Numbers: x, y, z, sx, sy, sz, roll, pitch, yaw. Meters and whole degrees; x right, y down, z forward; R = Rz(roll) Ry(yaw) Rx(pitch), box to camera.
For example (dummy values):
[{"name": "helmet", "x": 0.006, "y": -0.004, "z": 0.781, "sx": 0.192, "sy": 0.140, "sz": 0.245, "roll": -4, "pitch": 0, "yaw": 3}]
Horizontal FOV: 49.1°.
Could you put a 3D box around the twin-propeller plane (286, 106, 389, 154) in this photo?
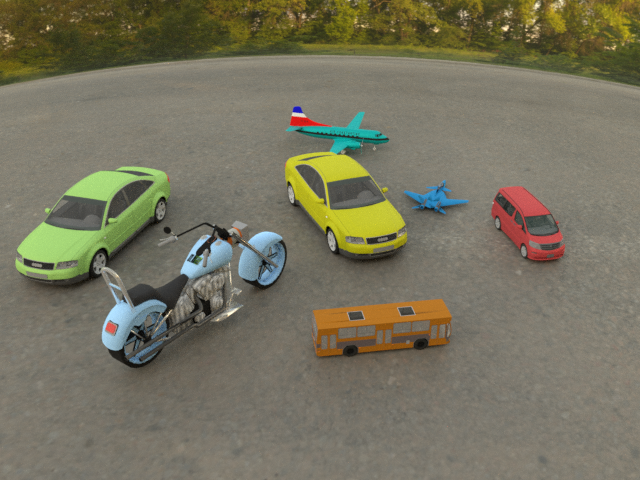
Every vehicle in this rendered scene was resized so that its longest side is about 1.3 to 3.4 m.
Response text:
[{"name": "twin-propeller plane", "x": 0.388, "y": -2.292, "z": 14.409, "sx": 2.129, "sy": 0.792, "sz": 2.663, "roll": 8, "pitch": 30, "yaw": 14}]

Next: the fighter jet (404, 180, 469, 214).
[{"name": "fighter jet", "x": 2.080, "y": -0.878, "z": 12.377, "sx": 1.147, "sy": 0.286, "sz": 1.358, "roll": 10, "pitch": 31, "yaw": 18}]

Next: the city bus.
[{"name": "city bus", "x": 0.753, "y": 1.095, "z": 8.634, "sx": 1.674, "sy": 0.460, "sz": 0.476, "roll": -4, "pitch": 29, "yaw": -8}]

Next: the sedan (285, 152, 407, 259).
[{"name": "sedan", "x": 0.360, "y": -0.731, "z": 11.438, "sx": 1.235, "sy": 0.940, "sz": 3.137, "roll": -11, "pitch": 31, "yaw": -19}]

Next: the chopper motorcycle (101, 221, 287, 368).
[{"name": "chopper motorcycle", "x": -1.457, "y": 0.422, "z": 8.796, "sx": 0.906, "sy": 1.480, "sz": 3.040, "roll": 20, "pitch": 35, "yaw": 31}]

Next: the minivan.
[{"name": "minivan", "x": 3.250, "y": -0.271, "z": 10.941, "sx": 0.681, "sy": 0.616, "sz": 1.548, "roll": -6, "pitch": 29, "yaw": -10}]

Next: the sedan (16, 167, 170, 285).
[{"name": "sedan", "x": -3.433, "y": -0.398, "z": 10.836, "sx": 1.235, "sy": 0.940, "sz": 3.137, "roll": 8, "pitch": 30, "yaw": 15}]
